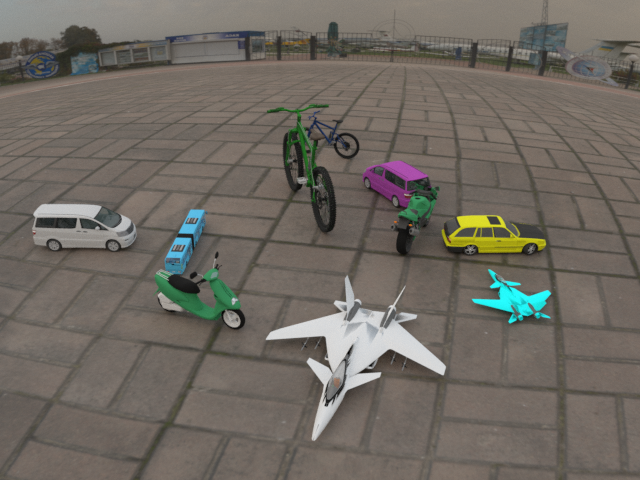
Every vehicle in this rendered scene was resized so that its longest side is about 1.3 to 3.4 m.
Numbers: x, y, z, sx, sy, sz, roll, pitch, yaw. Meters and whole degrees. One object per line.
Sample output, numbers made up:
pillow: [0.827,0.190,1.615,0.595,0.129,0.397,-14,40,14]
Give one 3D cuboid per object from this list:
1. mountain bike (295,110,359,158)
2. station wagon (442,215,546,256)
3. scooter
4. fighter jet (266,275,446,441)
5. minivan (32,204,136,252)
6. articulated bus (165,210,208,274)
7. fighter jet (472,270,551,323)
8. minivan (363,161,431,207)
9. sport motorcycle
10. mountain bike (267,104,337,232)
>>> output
mountain bike: [0.124,-2.160,14.521,1.469,0.868,0.573,10,30,18]
station wagon: [2.758,-0.105,11.076,1.597,0.473,0.682,0,28,-1]
scooter: [-1.611,0.657,9.169,1.399,0.919,0.662,12,30,21]
fighter jet: [0.341,1.338,8.275,2.229,0.557,2.640,9,29,16]
minivan: [-3.737,-0.218,11.139,1.548,0.616,0.681,0,28,1]
articulated bus: [-2.105,0.001,11.074,0.311,0.289,1.749,2,28,3]
fighter jet: [2.650,0.674,9.811,1.147,0.286,1.358,-6,28,-10]
minivan: [1.380,-1.102,12.800,0.681,0.616,1.548,-14,31,-25]
sport motorcycle: [1.538,-0.378,11.220,0.506,0.821,1.520,13,30,22]
mountain bike: [-0.222,-1.328,12.084,1.114,1.688,2.857,-9,29,-16]
